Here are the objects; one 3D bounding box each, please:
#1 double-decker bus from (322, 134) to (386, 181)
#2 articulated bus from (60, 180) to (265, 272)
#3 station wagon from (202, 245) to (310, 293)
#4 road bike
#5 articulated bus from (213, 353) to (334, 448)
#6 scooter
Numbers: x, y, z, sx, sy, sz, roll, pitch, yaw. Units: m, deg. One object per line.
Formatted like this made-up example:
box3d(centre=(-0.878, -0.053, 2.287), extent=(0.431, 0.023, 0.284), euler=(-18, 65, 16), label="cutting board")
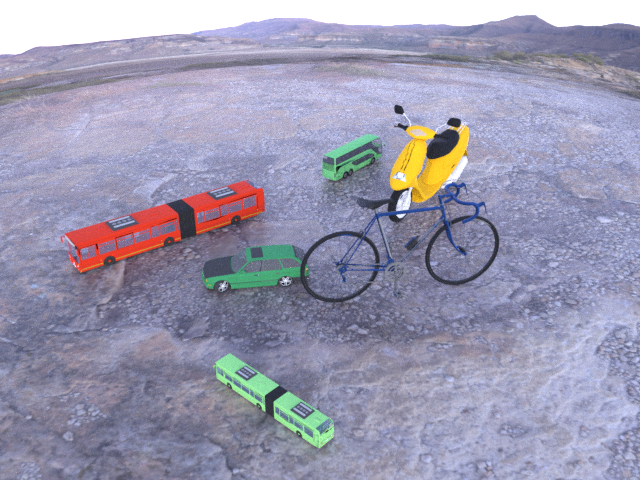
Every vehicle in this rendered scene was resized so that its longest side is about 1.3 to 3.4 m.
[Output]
box3d(centre=(0.682, -1.679, 14.042), extent=(0.389, 0.541, 1.672), euler=(22, 36, 33), label="double-decker bus")
box3d(centre=(-2.472, -0.284, 11.571), extent=(3.401, 0.561, 0.605), euler=(-20, 35, -31), label="articulated bus")
box3d(centre=(-0.973, 0.387, 10.480), extent=(1.597, 0.473, 0.682), euler=(-5, 30, -8), label="station wagon")
box3d(centre=(1.180, 0.058, 9.863), extent=(3.004, 1.656, 0.697), euler=(-7, 30, -13), label="road bike")
box3d(centre=(-0.567, 1.832, 8.128), extent=(1.749, 0.289, 0.311), euler=(24, 38, 36), label="articulated bus")
box3d(centre=(1.991, -1.524, 12.511), extent=(1.288, 1.786, 2.721), euler=(20, 35, 31), label="scooter")
